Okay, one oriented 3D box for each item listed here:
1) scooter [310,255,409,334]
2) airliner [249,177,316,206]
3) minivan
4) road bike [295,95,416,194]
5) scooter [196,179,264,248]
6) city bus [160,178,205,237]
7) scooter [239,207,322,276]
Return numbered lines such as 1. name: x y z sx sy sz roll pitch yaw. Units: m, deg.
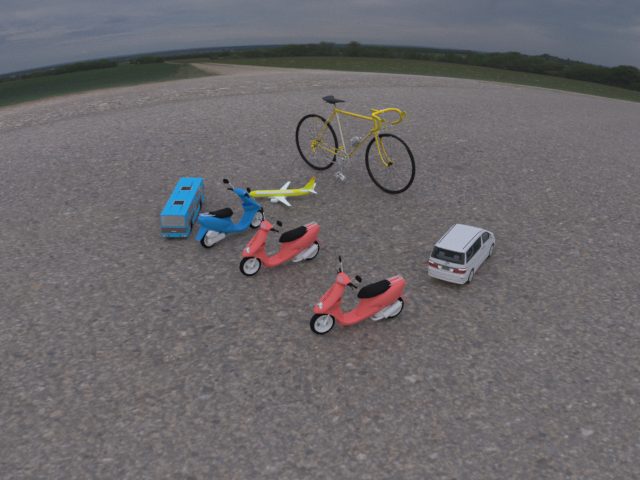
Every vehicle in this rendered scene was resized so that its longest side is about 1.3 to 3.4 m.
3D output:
1. scooter: 0.518 0.708 9.017 1.399 0.919 0.662 -10 28 -20
2. airliner: -0.709 -0.946 12.884 1.307 0.429 1.161 -1 27 -2
3. minivan: 2.170 0.113 10.550 0.681 0.616 1.548 15 30 27
4. road bike: 0.610 -1.909 13.442 3.004 1.656 0.697 22 34 37
5. scooter: -1.445 -0.446 11.332 0.662 0.919 1.399 22 34 37
6. city bus: -2.348 -0.561 12.077 0.476 0.460 1.674 1 26 1
7. scooter: -0.573 -0.002 10.442 1.399 0.919 0.662 -14 30 -26
